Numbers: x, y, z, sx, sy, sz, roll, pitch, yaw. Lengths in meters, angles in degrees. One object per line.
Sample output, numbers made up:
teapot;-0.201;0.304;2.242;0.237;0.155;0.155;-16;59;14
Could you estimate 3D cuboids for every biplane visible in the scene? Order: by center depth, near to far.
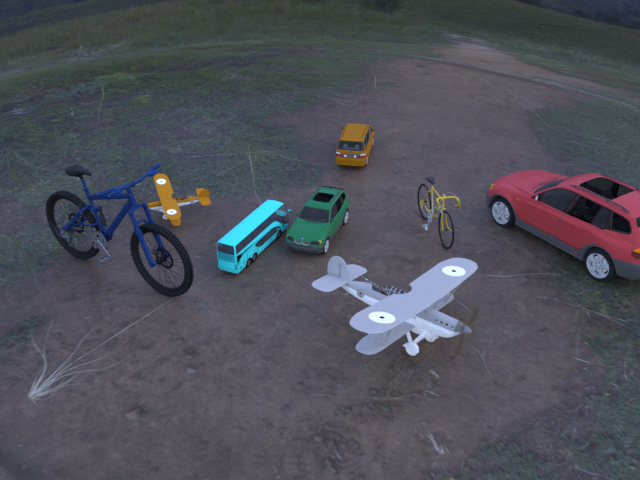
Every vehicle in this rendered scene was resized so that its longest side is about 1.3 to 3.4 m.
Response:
biplane;0.956;0.761;8.771;2.120;0.981;2.598;22;37;32
biplane;-2.356;-0.626;11.583;1.090;0.504;1.336;-11;32;-18

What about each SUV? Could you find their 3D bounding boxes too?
SUV;3.952;-0.453;10.678;1.276;1.128;3.058;-18;35;-28
SUV;-0.013;-0.347;11.037;0.656;0.580;1.572;10;32;17

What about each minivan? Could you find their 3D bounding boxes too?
minivan;0.703;-1.944;13.700;0.681;0.616;1.548;5;31;9

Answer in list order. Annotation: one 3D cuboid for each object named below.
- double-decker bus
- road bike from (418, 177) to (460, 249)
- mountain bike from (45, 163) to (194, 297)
double-decker bus;-0.982;-0.093;10.646;0.389;0.541;1.672;14;33;22
road bike;1.819;-0.501;11.030;0.358;0.852;1.545;-7;31;-11
mountain bike;-2.896;-0.224;9.741;2.857;1.688;1.114;18;35;28
